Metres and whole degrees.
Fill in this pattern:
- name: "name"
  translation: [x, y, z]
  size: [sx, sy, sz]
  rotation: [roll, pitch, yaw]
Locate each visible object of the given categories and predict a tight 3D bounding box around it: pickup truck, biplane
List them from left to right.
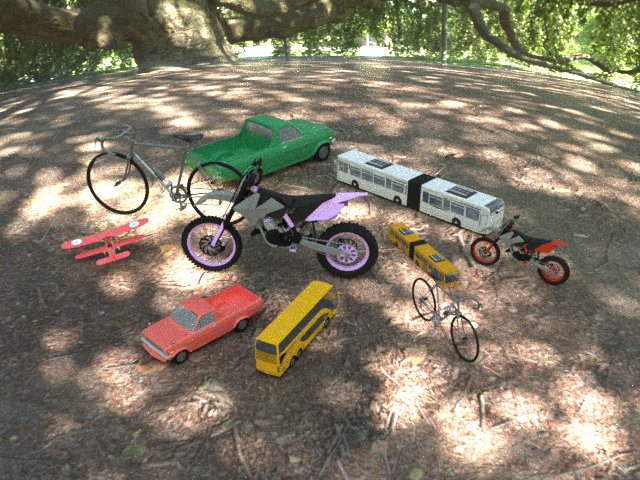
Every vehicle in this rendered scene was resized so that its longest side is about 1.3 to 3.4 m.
- name: "biplane"
  translation: [-3.235, 0.091, 10.696]
  size: [1.336, 0.504, 1.090]
  rotation: [-11, 30, -19]
- name: "pickup truck"
  translation: [-1.497, 1.002, 8.999]
  size: [0.640, 0.511, 1.603]
  rotation: [25, 37, 38]
- name: "pickup truck"
  translation: [-1.117, -1.877, 13.832]
  size: [3.117, 0.993, 1.244]
  rotation: [-25, 37, -38]

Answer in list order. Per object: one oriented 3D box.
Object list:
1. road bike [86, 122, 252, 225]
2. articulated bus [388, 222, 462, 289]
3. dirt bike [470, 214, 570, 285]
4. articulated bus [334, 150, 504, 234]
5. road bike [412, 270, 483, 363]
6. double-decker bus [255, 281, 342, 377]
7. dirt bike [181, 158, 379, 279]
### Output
- name: "road bike"
  translation: [-2.558, -1.075, 11.646]
  size: [3.004, 1.656, 0.697]
  rotation: [7, 29, 12]
- name: "articulated bus"
  translation: [1.555, 0.202, 10.716]
  size: [0.311, 0.289, 1.749]
  rotation: [-12, 30, -20]
- name: "dirt bike"
  translation: [2.926, 0.139, 10.234]
  size: [1.493, 0.857, 0.527]
  rotation: [16, 32, 28]
- name: "articulated bus"
  translation: [1.666, -0.911, 12.494]
  size: [3.401, 0.561, 0.605]
  rotation: [25, 37, 38]
- name: "road bike"
  translation: [1.570, 0.885, 8.858]
  size: [0.358, 0.852, 1.545]
  rotation: [-12, 30, -21]
- name: "double-decker bus"
  translation: [-0.255, 1.063, 8.854]
  size: [0.389, 0.541, 1.672]
  rotation: [14, 31, 24]
- name: "dirt bike"
  translation: [-0.602, -0.216, 10.041]
  size: [2.903, 1.666, 1.024]
  rotation: [2, 28, 4]
